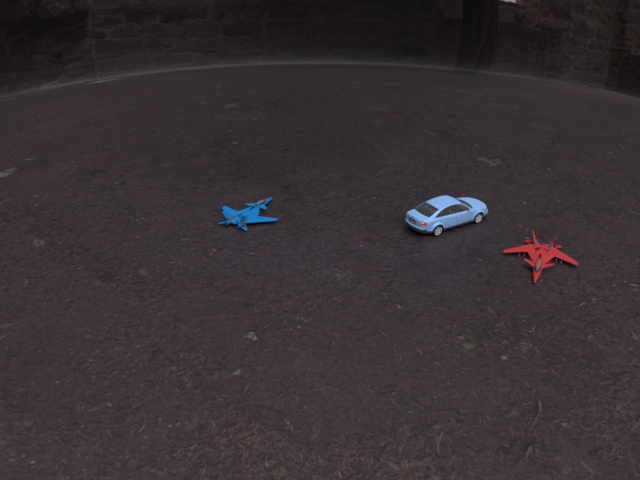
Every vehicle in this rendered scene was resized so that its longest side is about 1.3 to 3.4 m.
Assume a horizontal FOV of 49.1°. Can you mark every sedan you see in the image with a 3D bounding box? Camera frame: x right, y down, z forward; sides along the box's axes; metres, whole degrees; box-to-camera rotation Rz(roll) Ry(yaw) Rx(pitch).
[{"bbox_3d":[2.243,-0.506,12.258,1.613,0.483,0.635,-16,32,-27],"label":"sedan"}]

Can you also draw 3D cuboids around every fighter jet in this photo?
[{"bbox_3d":[3.468,0.264,11.029,1.147,0.286,1.358,10,30,19],"label":"fighter jet"},{"bbox_3d":[-1.215,-0.590,12.624,1.147,0.286,1.358,14,31,24],"label":"fighter jet"}]
